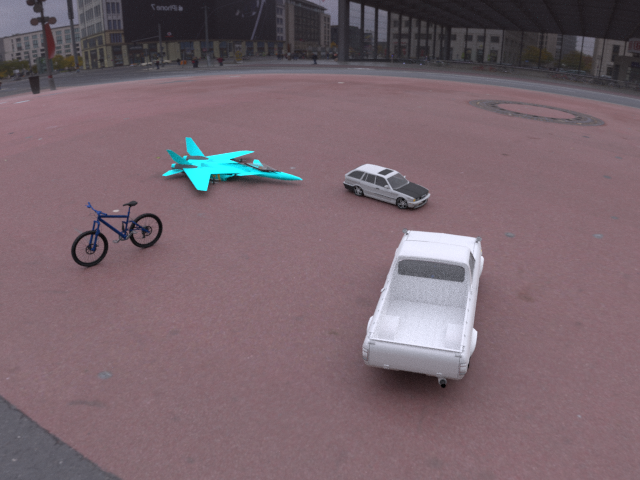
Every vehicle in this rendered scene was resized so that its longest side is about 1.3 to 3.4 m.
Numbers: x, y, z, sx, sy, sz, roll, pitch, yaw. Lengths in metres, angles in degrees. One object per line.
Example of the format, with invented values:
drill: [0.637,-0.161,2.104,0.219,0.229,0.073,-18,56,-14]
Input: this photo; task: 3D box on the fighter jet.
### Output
fighter jet: [-1.582,-1.458,13.376,2.640,0.557,2.229,8,27,16]

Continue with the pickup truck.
pickup truck: [1.367,0.621,8.687,1.244,0.993,3.117,7,27,13]

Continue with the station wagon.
station wagon: [1.196,-0.991,12.527,1.597,0.473,0.682,20,33,35]

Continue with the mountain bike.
mountain bike: [-3.005,-0.149,10.381,1.469,0.868,0.573,-22,34,-37]
